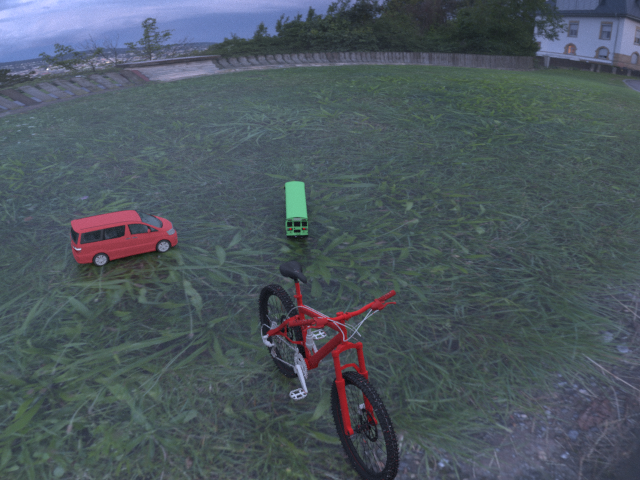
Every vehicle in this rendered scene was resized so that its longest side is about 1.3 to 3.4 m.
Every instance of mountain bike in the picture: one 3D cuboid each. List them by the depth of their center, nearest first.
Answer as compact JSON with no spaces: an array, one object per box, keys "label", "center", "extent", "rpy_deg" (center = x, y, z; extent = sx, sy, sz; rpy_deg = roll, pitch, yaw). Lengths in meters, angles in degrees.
[{"label":"mountain bike","center":[-0.021,1.136,7.119],"extent":[1.114,1.688,2.857],"rpy_deg":[-14,31,-25]}]

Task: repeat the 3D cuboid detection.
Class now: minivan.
[{"label":"minivan","center":[-2.954,-0.092,10.579],"extent":[1.548,0.616,0.681],"rpy_deg":[-13,31,-23]}]

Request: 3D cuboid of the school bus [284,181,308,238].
[{"label":"school bus","center":[-0.403,-0.553,11.643],"extent":[0.365,0.434,1.708],"rpy_deg":[-2,28,-3]}]
